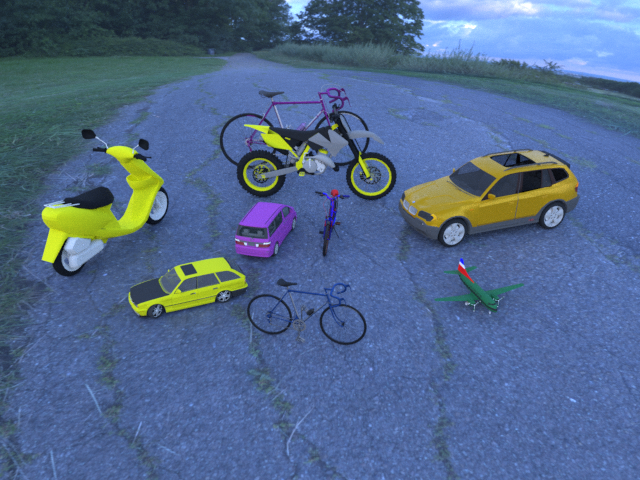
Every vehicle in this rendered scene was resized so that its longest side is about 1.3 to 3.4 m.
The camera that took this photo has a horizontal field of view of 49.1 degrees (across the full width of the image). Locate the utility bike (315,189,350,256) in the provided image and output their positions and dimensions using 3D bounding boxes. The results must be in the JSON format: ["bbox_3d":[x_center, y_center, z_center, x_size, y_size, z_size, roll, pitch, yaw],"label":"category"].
[{"bbox_3d":[0.212,-0.390,11.079,0.535,0.946,1.435,3,27,6],"label":"utility bike"}]

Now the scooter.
[{"bbox_3d":[-3.234,-0.670,10.703,1.288,1.786,2.721,13,30,23],"label":"scooter"}]

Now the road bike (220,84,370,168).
[{"bbox_3d":[-0.494,-2.223,13.903,3.004,1.656,0.697,-2,27,-4],"label":"road bike"}]

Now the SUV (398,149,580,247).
[{"bbox_3d":[2.830,-0.789,11.663,3.058,1.128,1.276,-9,28,-18],"label":"SUV"}]

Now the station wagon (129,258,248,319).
[{"bbox_3d":[-1.823,0.614,9.626,1.597,0.473,0.682,-12,29,-22],"label":"station wagon"}]

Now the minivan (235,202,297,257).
[{"bbox_3d":[-0.838,-0.264,11.196,0.681,0.616,1.548,7,28,13],"label":"minivan"}]

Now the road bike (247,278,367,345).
[{"bbox_3d":[-0.178,0.880,8.685,1.545,0.852,0.358,6,28,12],"label":"road bike"}]

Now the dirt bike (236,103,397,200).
[{"bbox_3d":[-0.072,-1.510,12.488,2.903,1.666,1.024,2,27,4],"label":"dirt bike"}]

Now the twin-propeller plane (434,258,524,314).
[{"bbox_3d":[2.158,0.643,9.642,1.370,0.407,1.095,-8,28,-16],"label":"twin-propeller plane"}]
